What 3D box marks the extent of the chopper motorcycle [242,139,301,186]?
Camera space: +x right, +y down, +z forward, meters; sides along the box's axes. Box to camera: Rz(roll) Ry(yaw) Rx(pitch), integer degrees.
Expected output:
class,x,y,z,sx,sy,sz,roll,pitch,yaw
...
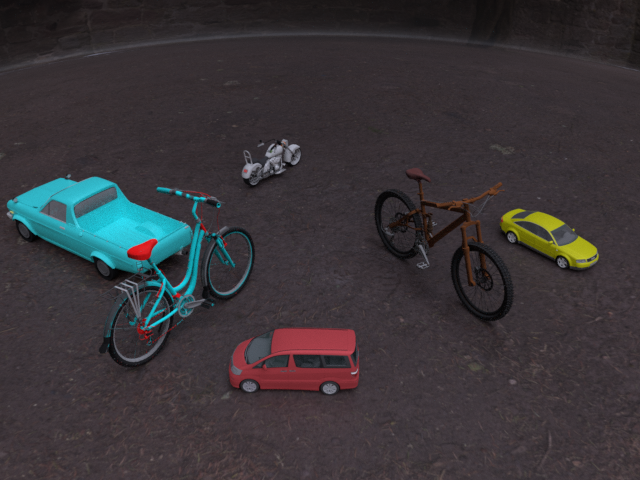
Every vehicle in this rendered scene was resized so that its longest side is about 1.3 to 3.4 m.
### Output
class,x,y,z,sx,sy,sz,roll,pitch,yaw
chopper motorcycle,-0.872,-1.530,12.915,0.466,0.761,1.563,21,38,31

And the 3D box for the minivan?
class,x,y,z,sx,sy,sz,roll,pitch,yaw
minivan,-0.309,1.400,8.286,1.548,0.616,0.681,1,32,2

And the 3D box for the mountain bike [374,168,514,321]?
class,x,y,z,sx,sy,sz,roll,pitch,yaw
mountain bike,1.639,-0.097,9.698,1.114,1.688,2.857,-18,36,-27

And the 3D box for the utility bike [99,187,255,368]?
class,x,y,z,sx,sy,sz,roll,pitch,yaw
utility bike,-1.821,0.333,8.854,1.039,1.839,2.791,20,37,29

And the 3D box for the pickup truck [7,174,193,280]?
class,x,y,z,sx,sy,sz,roll,pitch,yaw
pickup truck,-3.437,-0.323,10.729,3.117,0.993,1.244,20,37,29

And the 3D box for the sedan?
class,x,y,z,sx,sy,sz,roll,pitch,yaw
sedan,3.530,-0.068,10.802,0.635,0.483,1.613,-23,38,-32
